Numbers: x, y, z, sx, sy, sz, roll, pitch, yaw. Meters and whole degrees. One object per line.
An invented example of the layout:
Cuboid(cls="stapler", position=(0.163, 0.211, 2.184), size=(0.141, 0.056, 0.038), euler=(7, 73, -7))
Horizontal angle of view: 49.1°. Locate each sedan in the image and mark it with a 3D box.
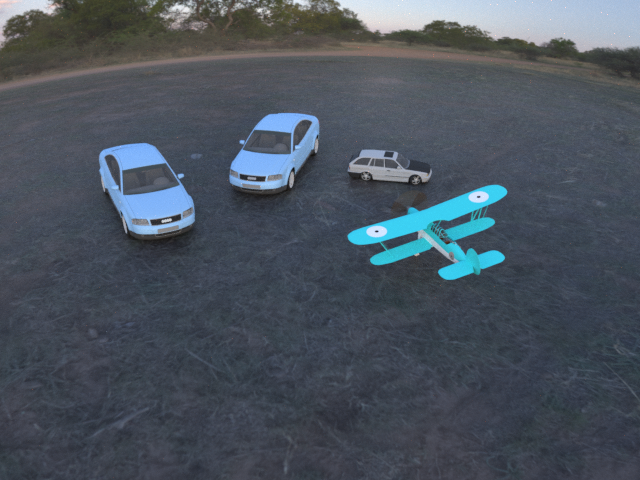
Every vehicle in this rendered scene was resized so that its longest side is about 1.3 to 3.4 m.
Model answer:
Cuboid(cls="sedan", position=(-0.846, -1.847, 13.744), size=(1.235, 0.940, 3.137), euler=(7, 30, 12))
Cuboid(cls="sedan", position=(-3.074, -1.006, 12.214), size=(1.235, 0.940, 3.137), euler=(-13, 31, -22))

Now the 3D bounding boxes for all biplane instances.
Cuboid(cls="biplane", position=(1.749, -0.007, 10.356), size=(2.598, 0.981, 2.120), euler=(-11, 31, -19))

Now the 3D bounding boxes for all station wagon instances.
Cuboid(cls="station wagon", position=(1.351, -1.429, 13.467), size=(1.597, 0.473, 0.682), euler=(6, 29, 10))
